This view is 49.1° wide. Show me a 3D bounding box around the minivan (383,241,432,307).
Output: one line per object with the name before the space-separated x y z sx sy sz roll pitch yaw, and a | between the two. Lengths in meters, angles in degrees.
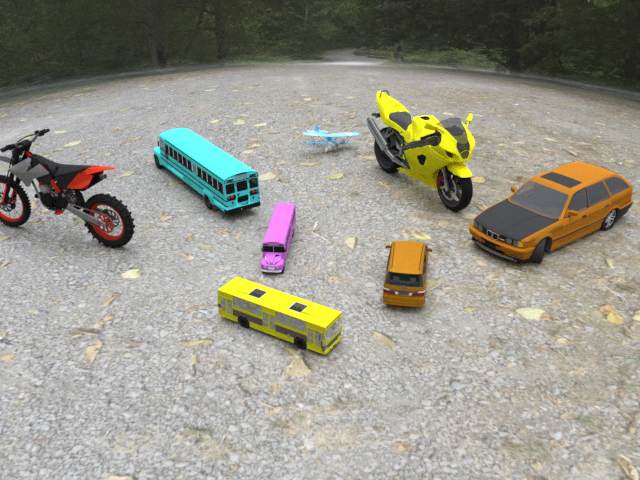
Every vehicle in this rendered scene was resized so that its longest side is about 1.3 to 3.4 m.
minivan | 1.244 0.366 9.997 0.681 0.616 1.548 5 28 9

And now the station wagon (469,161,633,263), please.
station wagon | 3.814 -0.556 11.423 3.105 0.920 1.327 -20 34 -33

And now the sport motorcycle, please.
sport motorcycle | 1.848 -1.688 12.850 0.983 1.596 2.955 -14 31 -25

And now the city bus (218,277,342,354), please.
city bus | -0.534 0.971 9.014 1.674 0.460 0.476 16 32 28

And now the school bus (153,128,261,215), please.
school bus | -2.230 -1.372 13.057 0.709 0.844 3.322 -18 32 -30

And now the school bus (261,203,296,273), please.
school bus | -0.643 -0.043 10.970 0.365 0.434 1.708 2 28 4

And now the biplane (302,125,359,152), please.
biplane | 0.161 -2.181 14.960 1.336 0.504 1.090 -14 31 -24

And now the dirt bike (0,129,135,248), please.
dirt bike | -4.249 -0.795 11.077 2.903 1.666 1.024 10 29 18
